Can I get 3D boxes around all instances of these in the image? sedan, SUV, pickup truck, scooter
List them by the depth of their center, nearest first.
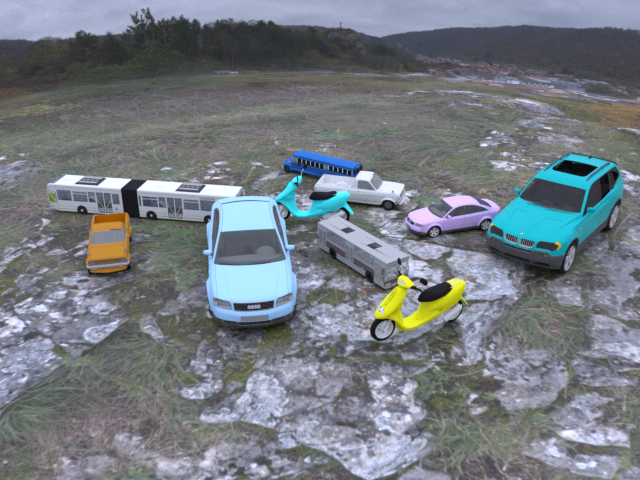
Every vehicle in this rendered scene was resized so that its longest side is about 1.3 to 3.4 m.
[{"bbox_3d":[1.247,0.723,8.654,1.399,0.919,0.662,-12,28,-22],"label":"scooter"},{"bbox_3d":[-1.008,0.114,9.872,1.235,0.940,3.137,-3,26,-7],"label":"sedan"},{"bbox_3d":[-3.204,-0.025,10.642,0.640,0.511,1.603,-6,27,-12],"label":"pickup truck"},{"bbox_3d":[3.763,-0.529,10.968,1.276,1.128,3.058,20,32,35],"label":"SUV"},{"bbox_3d":[2.190,-0.433,11.504,1.613,0.483,0.635,-8,27,-16],"label":"sedan"},{"bbox_3d":[-0.140,-0.710,11.574,1.399,0.919,0.662,5,27,10],"label":"scooter"},{"bbox_3d":[0.721,-0.940,12.507,1.603,0.511,0.640,7,27,15],"label":"pickup truck"}]

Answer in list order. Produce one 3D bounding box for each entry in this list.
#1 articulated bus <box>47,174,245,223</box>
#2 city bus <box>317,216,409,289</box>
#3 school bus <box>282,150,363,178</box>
[{"bbox_3d":[-2.962,-0.701,11.962,3.401,0.561,0.605,5,27,9],"label":"articulated bus"},{"bbox_3d":[0.598,0.177,10.286,0.476,0.460,1.674,-17,31,-31],"label":"city bus"},{"bbox_3d":[0.019,-1.414,13.560,1.708,0.434,0.365,17,31,31],"label":"school bus"}]
